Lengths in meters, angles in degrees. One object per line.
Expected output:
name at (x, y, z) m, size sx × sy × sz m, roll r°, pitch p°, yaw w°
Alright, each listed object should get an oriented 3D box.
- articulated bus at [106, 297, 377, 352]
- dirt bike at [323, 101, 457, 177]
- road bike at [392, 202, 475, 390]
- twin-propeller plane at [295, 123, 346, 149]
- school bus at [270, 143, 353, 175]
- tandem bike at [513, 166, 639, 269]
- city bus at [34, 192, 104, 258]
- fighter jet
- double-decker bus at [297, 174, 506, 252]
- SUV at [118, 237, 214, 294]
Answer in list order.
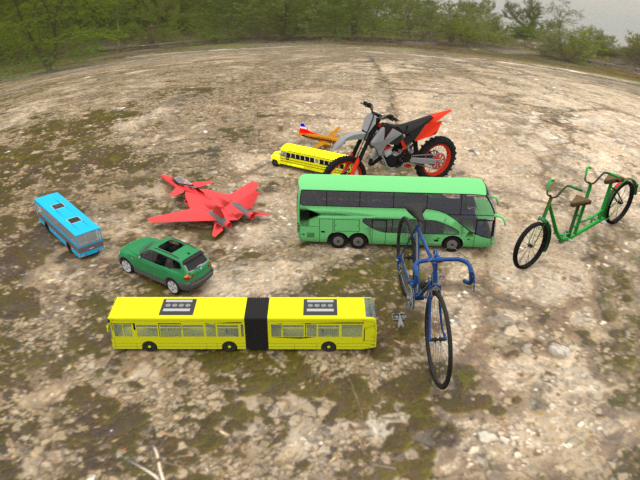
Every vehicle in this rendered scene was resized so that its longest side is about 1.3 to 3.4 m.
articulated bus at (-0.988, 1.066, 8.990) m, size 3.401 × 0.561 × 0.605 m, roll 0°, pitch 30°, yaw 0°
dirt bike at (1.292, -1.594, 12.481) m, size 2.903 × 1.666 × 1.024 m, roll -15°, pitch 33°, yaw -24°
road bike at (1.294, 0.493, 8.889) m, size 0.696 × 1.656 × 3.004 m, roll -3°, pitch 30°, yaw -5°
twin-propeller plane at (0.043, -2.201, 14.786) m, size 1.095 × 0.407 × 1.370 m, roll 13°, pitch 33°, yaw 22°
school bus at (-0.192, -1.557, 13.647) m, size 1.708 × 0.434 × 0.365 m, roll 15°, pitch 33°, yaw 24°
tandem bike at (4.105, -0.513, 10.954) m, size 3.192 × 1.326 × 0.550 m, roll -21°, pitch 36°, yaw -32°
city bus at (-4.075, -0.239, 11.346) m, size 0.476 × 0.460 × 1.674 m, roll -23°, pitch 37°, yaw -34°
fighter jet at (-2.153, -0.889, 12.372) m, size 2.229 × 0.557 × 2.640 m, roll -24°, pitch 38°, yaw -35°
double-decker bus at (1.252, -0.451, 11.122) m, size 3.251 × 1.052 × 0.756 m, roll 2°, pitch 30°, yaw 3°
SUV at (-2.300, 0.270, 10.346) m, size 1.572 × 0.580 × 0.656 m, roll 19°, pitch 35°, yaw 30°
